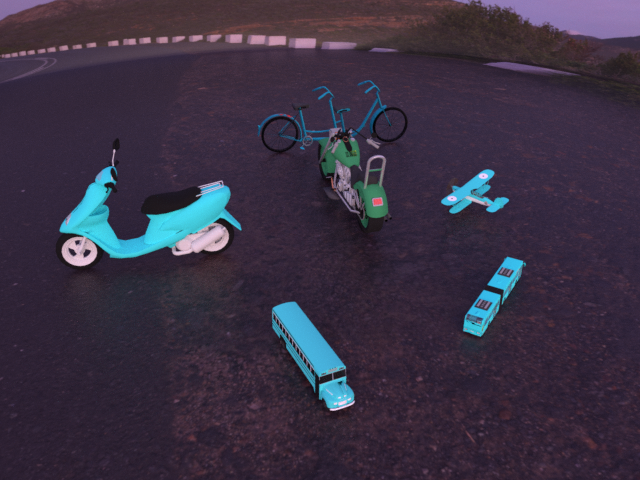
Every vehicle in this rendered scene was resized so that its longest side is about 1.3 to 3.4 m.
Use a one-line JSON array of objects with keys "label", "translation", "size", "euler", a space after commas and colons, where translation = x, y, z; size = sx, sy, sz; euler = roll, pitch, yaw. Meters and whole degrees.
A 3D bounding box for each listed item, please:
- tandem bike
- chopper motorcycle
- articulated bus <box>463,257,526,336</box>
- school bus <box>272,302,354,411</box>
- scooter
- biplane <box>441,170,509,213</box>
[{"label": "tandem bike", "translation": [0.294, -2.510, 14.296], "size": [3.192, 1.326, 0.550], "euler": [-7, 30, -12]}, {"label": "chopper motorcycle", "translation": [0.491, -1.272, 11.971], "size": [0.906, 1.480, 3.040], "euler": [-8, 31, -14]}, {"label": "articulated bus", "translation": [2.410, 0.748, 9.634], "size": [0.311, 0.289, 1.749], "euler": [17, 34, 27]}, {"label": "school bus", "translation": [-0.101, 1.369, 8.399], "size": [0.365, 0.434, 1.708], "euler": [-13, 32, -22]}, {"label": "scooter", "translation": [-2.544, -0.462, 10.243], "size": [2.721, 1.786, 1.288], "euler": [-6, 30, -11]}, {"label": "biplane", "translation": [2.663, -0.728, 12.002], "size": [1.336, 0.504, 1.090], "euler": [-25, 38, -37]}]
